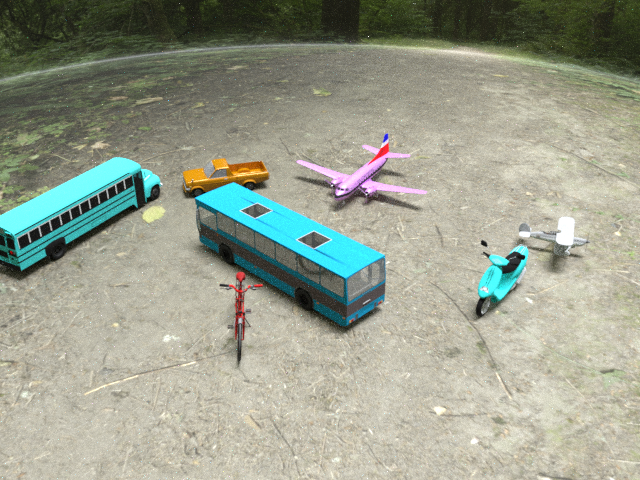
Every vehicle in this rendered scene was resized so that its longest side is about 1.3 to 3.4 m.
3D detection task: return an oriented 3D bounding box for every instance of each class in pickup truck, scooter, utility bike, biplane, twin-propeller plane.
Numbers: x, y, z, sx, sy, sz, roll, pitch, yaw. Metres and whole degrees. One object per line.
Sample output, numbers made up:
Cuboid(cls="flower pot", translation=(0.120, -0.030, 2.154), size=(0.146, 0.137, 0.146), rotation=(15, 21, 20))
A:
Cuboid(cls="pickup truck", translation=(-1.765, -1.220, 13.046), size=(1.603, 0.511, 0.640), rotation=(-9, 32, -14))
Cuboid(cls="scooter", translation=(2.583, 0.434, 9.842), size=(0.662, 0.919, 1.399), rotation=(23, 37, 33))
Cuboid(cls="utility bike", translation=(-1.001, 0.853, 9.104), size=(0.535, 0.946, 1.435), rotation=(-3, 31, -5))
Cuboid(cls="biplane", translation=(3.699, -0.054, 11.076), size=(1.090, 0.504, 1.336), rotation=(11, 32, 17))
Cuboid(cls="twin-propeller plane", translation=(0.811, -1.299, 12.903), size=(2.663, 0.792, 2.129), rotation=(17, 34, 26))

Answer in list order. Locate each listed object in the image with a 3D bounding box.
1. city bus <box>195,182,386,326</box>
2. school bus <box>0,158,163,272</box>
Cuboid(cls="city bus", translation=(-0.528, 0.157, 10.335), size=(3.255, 0.894, 0.926), rotation=(27, 40, 37))
Cuboid(cls="school bus", translation=(-3.915, -0.566, 11.609), size=(0.709, 0.844, 3.322), rotation=(16, 34, 24))
